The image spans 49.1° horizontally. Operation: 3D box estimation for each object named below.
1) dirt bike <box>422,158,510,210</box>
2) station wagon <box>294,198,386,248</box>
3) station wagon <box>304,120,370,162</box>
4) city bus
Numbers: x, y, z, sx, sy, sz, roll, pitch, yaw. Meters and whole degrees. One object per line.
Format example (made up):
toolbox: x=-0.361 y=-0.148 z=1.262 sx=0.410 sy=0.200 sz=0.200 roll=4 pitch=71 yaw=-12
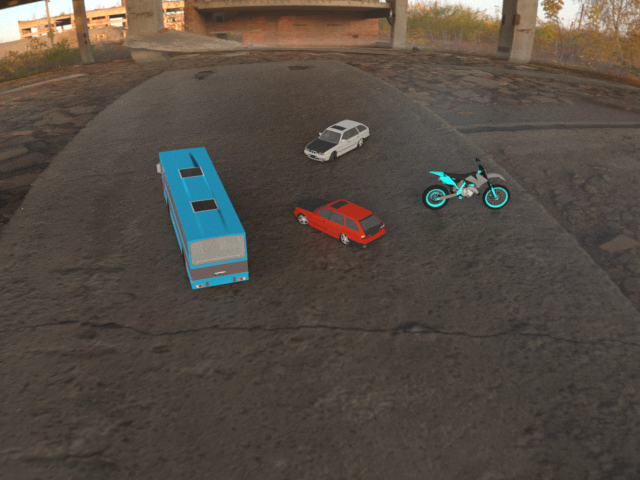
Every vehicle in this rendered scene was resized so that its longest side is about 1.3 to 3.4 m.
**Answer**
dirt bike: x=2.478 y=-0.896 z=11.787 sx=1.493 sy=0.857 sz=0.527 roll=0 pitch=30 yaw=0
station wagon: x=0.285 y=-0.376 z=11.263 sx=1.597 sy=0.473 sz=0.682 roll=26 pitch=38 yaw=37
station wagon: x=0.349 y=-2.044 z=14.185 sx=0.682 sy=0.473 sz=1.597 roll=21 pitch=36 yaw=32
city bus: x=-1.871 y=-0.411 z=10.900 sx=0.926 sy=0.894 sz=3.255 roll=-9 pitch=31 yaw=-16
